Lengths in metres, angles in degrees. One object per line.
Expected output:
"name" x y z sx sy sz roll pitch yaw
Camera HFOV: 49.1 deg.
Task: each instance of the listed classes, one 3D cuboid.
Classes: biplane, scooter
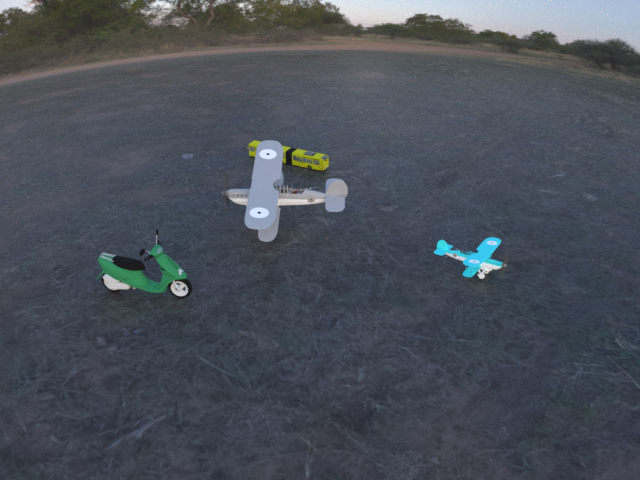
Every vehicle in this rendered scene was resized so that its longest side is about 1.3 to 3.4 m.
"biplane" 2.264 0.253 10.472 1.090 0.504 1.336 16 33 25
"scooter" -2.496 0.379 9.834 1.399 0.919 0.662 5 30 8
"biplane" -0.598 -0.725 11.704 2.120 0.981 2.598 1 30 1

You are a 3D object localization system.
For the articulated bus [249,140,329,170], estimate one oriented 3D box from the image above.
"articulated bus" -0.654 -1.709 14.123 1.749 0.289 0.311 14 33 23
